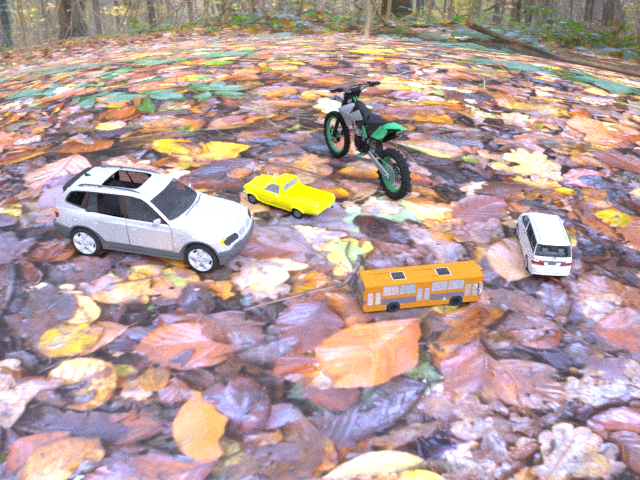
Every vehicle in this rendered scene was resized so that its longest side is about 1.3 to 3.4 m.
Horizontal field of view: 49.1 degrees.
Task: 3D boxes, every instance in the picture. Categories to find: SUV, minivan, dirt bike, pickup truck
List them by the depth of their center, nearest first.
[{"bbox_3d":[3.381,-0.047,10.610,0.681,0.616,1.548,3,31,5],"label":"minivan"},{"bbox_3d":[-2.546,-0.408,10.713,3.058,1.128,1.276,8,32,12],"label":"SUV"},{"bbox_3d":[-0.543,-0.810,11.983,1.603,0.511,0.640,19,36,28],"label":"pickup truck"},{"bbox_3d":[0.788,-1.922,12.713,1.024,1.666,2.903,-16,34,-24],"label":"dirt bike"}]

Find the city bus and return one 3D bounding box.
[{"bbox_3d":[1.369,0.650,9.599,1.674,0.460,0.476,-5,31,-8],"label":"city bus"}]
